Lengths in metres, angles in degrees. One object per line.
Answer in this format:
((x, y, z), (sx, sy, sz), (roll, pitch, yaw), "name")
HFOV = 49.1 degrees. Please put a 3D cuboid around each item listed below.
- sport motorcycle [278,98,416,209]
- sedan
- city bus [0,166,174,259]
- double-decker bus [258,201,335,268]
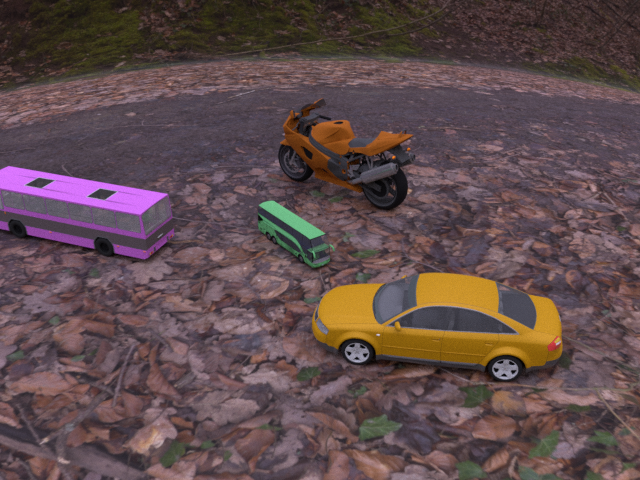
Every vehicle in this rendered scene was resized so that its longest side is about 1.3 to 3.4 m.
((0.381, -1.568, 12.821), (2.955, 1.596, 0.983), (20, 35, 32), "sport motorcycle")
((1.457, 0.970, 8.881), (3.137, 0.940, 1.235), (5, 29, 9), "sedan")
((-4.033, -0.444, 11.504), (3.255, 0.894, 0.926), (10, 30, 18), "city bus")
((-0.426, -0.093, 11.231), (0.389, 0.541, 1.672), (-20, 34, -32), "double-decker bus")
